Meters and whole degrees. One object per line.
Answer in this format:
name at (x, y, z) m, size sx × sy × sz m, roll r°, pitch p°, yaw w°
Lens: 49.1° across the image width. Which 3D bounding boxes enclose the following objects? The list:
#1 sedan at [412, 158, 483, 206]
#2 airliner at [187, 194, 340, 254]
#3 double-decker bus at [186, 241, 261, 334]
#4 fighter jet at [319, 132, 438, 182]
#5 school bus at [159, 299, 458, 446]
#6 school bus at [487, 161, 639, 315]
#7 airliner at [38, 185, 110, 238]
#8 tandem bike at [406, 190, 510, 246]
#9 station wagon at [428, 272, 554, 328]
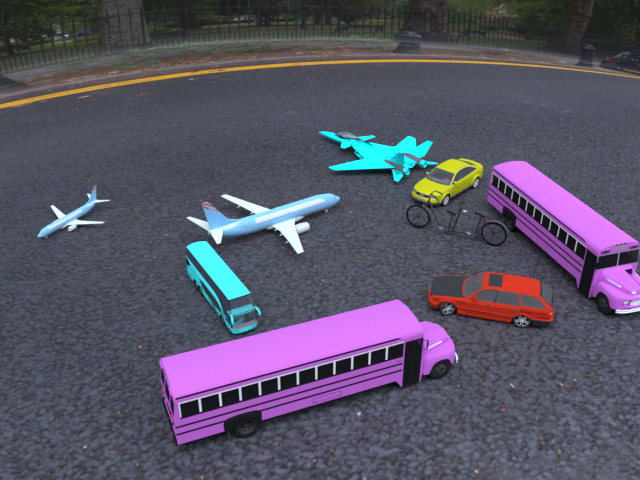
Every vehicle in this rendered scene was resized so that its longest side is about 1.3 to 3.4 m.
sedan at (2.216, -1.057, 12.096) m, size 0.635 × 0.483 × 1.613 m, roll 25°, pitch 38°, yaw 36°
airliner at (-0.702, -0.524, 10.834) m, size 2.541 × 0.835 × 2.257 m, roll -20°, pitch 36°, yaw -30°
double-decker bus at (-1.310, 0.614, 9.177) m, size 0.389 × 0.541 × 1.672 m, roll -16°, pitch 34°, yaw -25°
fighter jet at (0.889, -1.869, 13.414) m, size 2.229 × 0.557 × 2.640 m, roll -25°, pitch 39°, yaw -36°
school bus at (-0.019, 1.352, 7.614) m, size 3.322 × 0.844 × 0.709 m, roll -12°, pitch 32°, yaw -19°
school bus at (3.554, -0.122, 10.138) m, size 0.709 × 0.844 × 3.322 m, roll -9°, pitch 31°, yaw -15°
airliner at (-3.973, -0.436, 11.087) m, size 1.161 × 0.429 × 1.307 m, roll 16°, pitch 34°, yaw 25°
tandem bike at (2.092, -0.346, 10.683) m, size 1.642 × 0.682 × 0.283 m, roll 15°, pitch 33°, yaw 23°
station wagon at (2.214, 0.708, 9.084) m, size 1.597 × 0.473 × 0.682 m, roll 8°, pitch 31°, yaw 14°
